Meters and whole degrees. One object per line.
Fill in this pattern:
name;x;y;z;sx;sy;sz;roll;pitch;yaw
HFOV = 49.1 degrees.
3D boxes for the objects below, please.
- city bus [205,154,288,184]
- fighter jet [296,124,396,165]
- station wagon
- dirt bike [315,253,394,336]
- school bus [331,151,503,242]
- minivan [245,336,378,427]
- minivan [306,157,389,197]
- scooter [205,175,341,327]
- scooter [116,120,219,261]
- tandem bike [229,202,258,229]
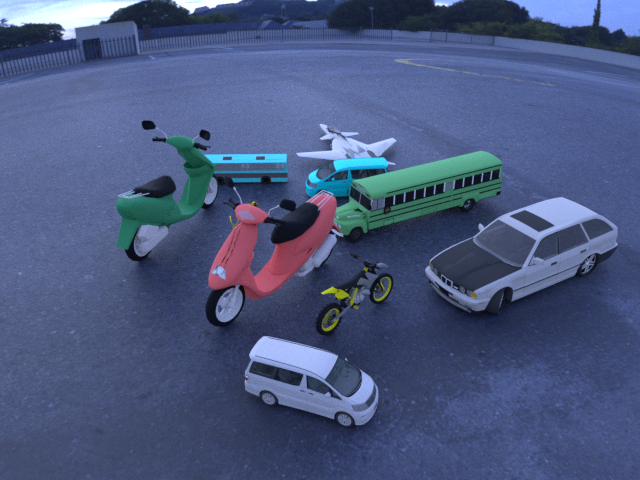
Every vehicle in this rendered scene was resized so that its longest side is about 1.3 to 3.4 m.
city bus;-1.454;-1.356;13.427;1.674;0.460;0.476;-1;30;-1
fighter jet;0.496;-2.160;14.728;2.229;0.557;2.640;-12;32;-19
station wagon;3.029;0.122;10.396;3.105;0.920;1.327;-17;34;-28
dirt bike;0.490;0.695;9.464;1.493;0.857;0.527;-25;39;-37
school bus;1.640;-0.790;12.057;3.322;0.844;0.709;-15;33;-24
minivan;-0.090;1.614;8.109;1.548;0.616;0.681;11;32;18
minivan;0.510;-1.147;12.908;1.548;0.616;0.681;-3;30;-5
scooter;-0.611;-0.031;9.793;1.288;1.786;2.721;23;37;34
scooter;-2.420;-0.904;11.311;1.288;1.786;2.721;12;32;20
tandem bike;-1.237;-0.259;11.298;0.283;0.682;1.642;5;30;9
